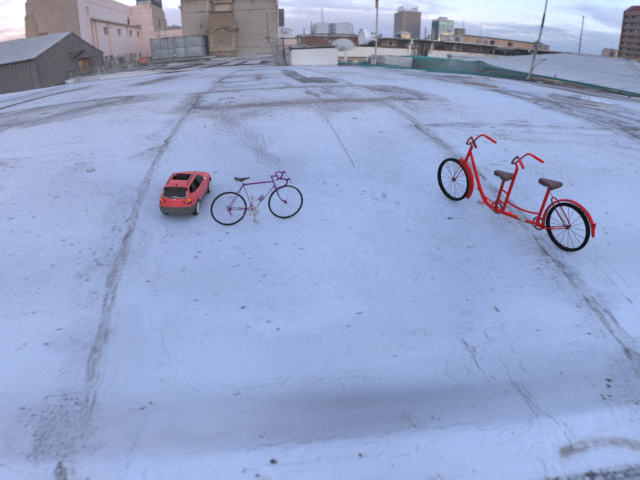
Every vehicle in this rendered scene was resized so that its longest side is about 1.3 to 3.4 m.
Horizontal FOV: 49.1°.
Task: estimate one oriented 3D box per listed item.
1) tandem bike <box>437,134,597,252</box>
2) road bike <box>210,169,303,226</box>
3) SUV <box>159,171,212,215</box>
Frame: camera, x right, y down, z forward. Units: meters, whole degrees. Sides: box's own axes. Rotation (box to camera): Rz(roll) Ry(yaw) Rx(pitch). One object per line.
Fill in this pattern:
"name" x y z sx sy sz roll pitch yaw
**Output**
"tandem bike" 3.045 -0.852 11.223 0.550 1.326 3.192 -18 32 -32
"road bike" -1.023 -0.681 11.410 1.545 0.852 0.358 -8 28 -15
"SUV" -2.331 -0.911 12.163 0.656 0.580 1.572 2 27 4
